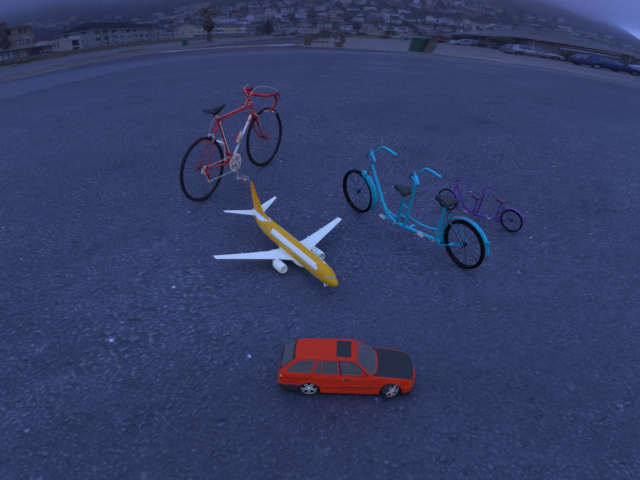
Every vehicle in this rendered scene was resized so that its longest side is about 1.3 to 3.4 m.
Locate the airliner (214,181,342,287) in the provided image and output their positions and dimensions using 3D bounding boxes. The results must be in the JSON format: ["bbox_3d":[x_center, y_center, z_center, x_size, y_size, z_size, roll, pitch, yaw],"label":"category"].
[{"bbox_3d":[-0.458,-0.093,10.575,2.257,0.835,2.541,-18,34,-29],"label":"airliner"}]

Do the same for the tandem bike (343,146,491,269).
[{"bbox_3d":[1.408,-0.603,10.984,0.550,1.326,3.192,-22,36,-33],"label":"tandem bike"}]

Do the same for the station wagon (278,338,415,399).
[{"bbox_3d":[0.312,1.456,8.181,1.597,0.473,0.682,1,29,3],"label":"station wagon"}]

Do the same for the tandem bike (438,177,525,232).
[{"bbox_3d":[2.675,-0.623,11.677,1.642,0.682,0.283,23,36,35],"label":"tandem bike"}]

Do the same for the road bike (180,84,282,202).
[{"bbox_3d":[-1.570,-1.836,12.845,0.696,1.656,3.004,17,33,28],"label":"road bike"}]
